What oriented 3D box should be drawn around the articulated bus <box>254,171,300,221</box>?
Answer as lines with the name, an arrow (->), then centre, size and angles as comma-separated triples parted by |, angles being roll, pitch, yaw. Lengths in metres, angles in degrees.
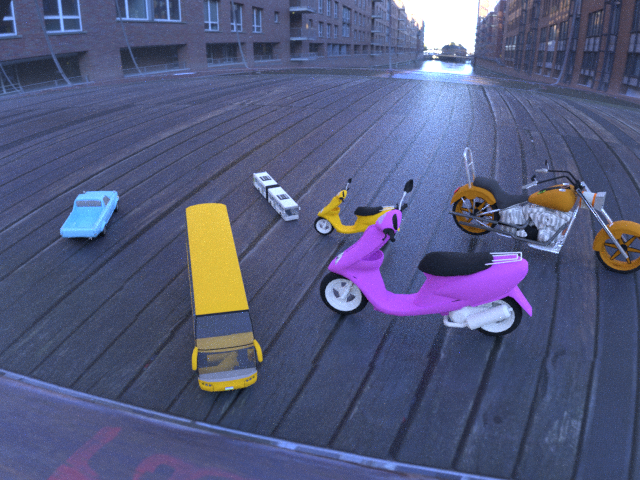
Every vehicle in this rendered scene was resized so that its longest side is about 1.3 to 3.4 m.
articulated bus -> -0.809, -0.808, 12.592 | 0.311, 0.289, 1.749 | -11, 29, -20

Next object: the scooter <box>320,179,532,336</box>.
scooter -> 1.314, 0.313, 8.781 | 2.721, 1.786, 1.288 | 7, 28, 13

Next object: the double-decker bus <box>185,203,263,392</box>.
double-decker bus -> -1.327, 0.633, 8.962 | 0.756, 1.052, 3.251 | -6, 28, -11

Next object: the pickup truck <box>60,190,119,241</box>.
pickup truck -> -3.829, -0.474, 11.701 | 0.640, 0.511, 1.603 | -1, 27, -2

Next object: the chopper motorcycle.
chopper motorcycle -> 3.466, -0.468, 10.632 | 3.040, 1.480, 0.906 | 14, 31, 26

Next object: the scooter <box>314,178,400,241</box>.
scooter -> 0.585, -0.444, 11.198 | 1.399, 0.919, 0.662 | 6, 28, 11
